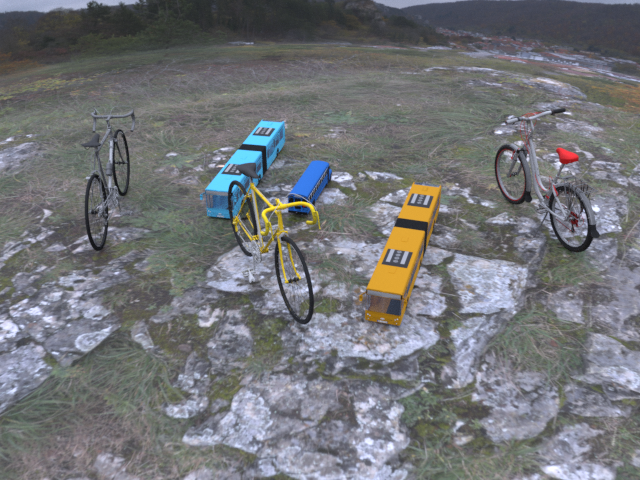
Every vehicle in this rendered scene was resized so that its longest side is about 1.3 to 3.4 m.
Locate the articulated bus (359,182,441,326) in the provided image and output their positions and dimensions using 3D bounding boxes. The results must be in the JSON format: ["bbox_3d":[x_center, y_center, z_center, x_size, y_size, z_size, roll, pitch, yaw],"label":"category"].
[{"bbox_3d":[1.283,0.079,10.301,0.605,0.561,3.401,9,31,15],"label":"articulated bus"}]

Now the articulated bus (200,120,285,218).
[{"bbox_3d":[-1.298,-1.383,12.822,0.605,0.561,3.401,6,31,11],"label":"articulated bus"}]

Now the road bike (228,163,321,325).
[{"bbox_3d":[-0.748,-0.114,9.542,0.696,1.656,3.004,-14,33,-22],"label":"road bike"}]

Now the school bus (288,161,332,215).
[{"bbox_3d":[-0.144,-0.963,12.224,0.365,0.434,1.708,8,31,13],"label":"school bus"}]

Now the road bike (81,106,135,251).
[{"bbox_3d":[-3.405,-1.091,11.226,0.696,1.656,3.004,-1,30,-2],"label":"road bike"}]

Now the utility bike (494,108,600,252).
[{"bbox_3d":[3.422,-1.014,10.911,1.039,1.839,2.791,-9,31,-16],"label":"utility bike"}]
